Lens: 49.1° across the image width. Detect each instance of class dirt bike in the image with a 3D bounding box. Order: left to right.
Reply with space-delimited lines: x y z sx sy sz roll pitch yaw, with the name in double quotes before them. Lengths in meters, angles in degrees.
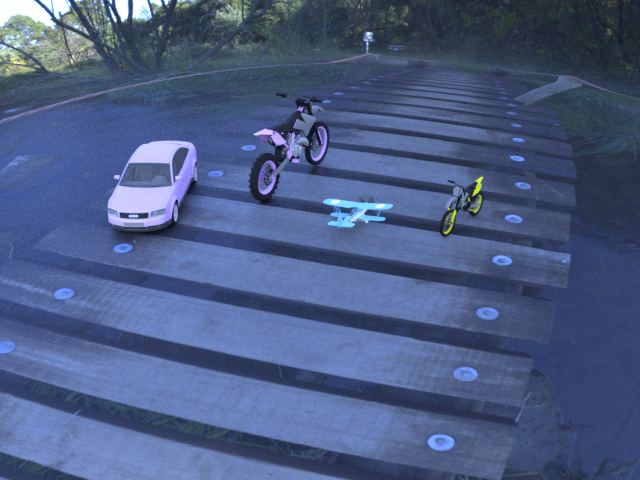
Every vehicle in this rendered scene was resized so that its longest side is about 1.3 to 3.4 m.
"dirt bike" -0.554 -1.925 13.663 1.024 1.666 2.903 15 32 25
"dirt bike" 2.489 -0.637 12.120 0.527 0.857 1.493 21 34 33

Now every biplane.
"biplane" 0.562 -0.438 12.122 1.336 0.504 1.090 16 32 27

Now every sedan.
"sedan" -3.069 -1.157 13.001 1.235 0.940 3.137 1 28 2
